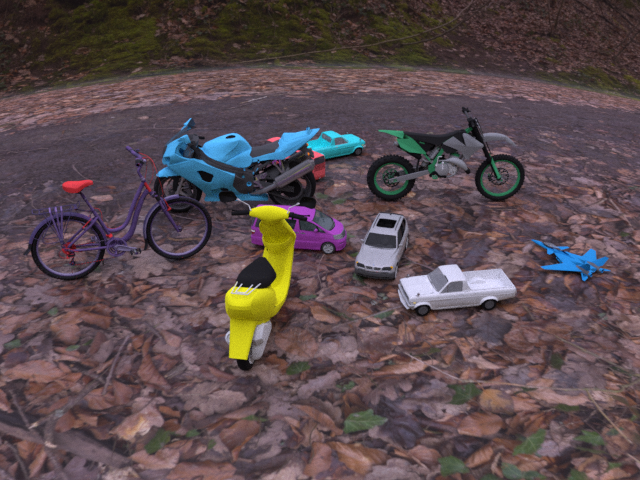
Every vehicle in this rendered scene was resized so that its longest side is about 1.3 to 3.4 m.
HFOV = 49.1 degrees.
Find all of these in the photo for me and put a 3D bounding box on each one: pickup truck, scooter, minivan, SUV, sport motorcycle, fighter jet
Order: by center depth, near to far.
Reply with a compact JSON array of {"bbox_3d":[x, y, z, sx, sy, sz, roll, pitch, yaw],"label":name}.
[{"bbox_3d":[-0.729,0.344,9.104,1.288,1.786,2.721,4,28,8],"label":"scooter"},{"bbox_3d":[1.926,0.656,9.884,1.603,0.511,0.640,-4,28,-8],"label":"pickup truck"},{"bbox_3d":[0.990,0.064,10.941,0.656,0.580,1.572,8,29,14],"label":"SUV"},{"bbox_3d":[3.842,0.188,11.021,1.147,0.286,1.358,-15,31,-27],"label":"fighter jet"},{"bbox_3d":[-0.336,-0.198,11.404,1.548,0.616,0.681,3,28,6],"label":"minivan"},{"bbox_3d":[-1.482,-1.261,12.376,2.955,1.596,0.983,-2,28,-4],"label":"sport motorcycle"},{"bbox_3d":[0.185,-2.033,15.023,1.603,0.511,0.640,-15,31,-26],"label":"pickup truck"}]

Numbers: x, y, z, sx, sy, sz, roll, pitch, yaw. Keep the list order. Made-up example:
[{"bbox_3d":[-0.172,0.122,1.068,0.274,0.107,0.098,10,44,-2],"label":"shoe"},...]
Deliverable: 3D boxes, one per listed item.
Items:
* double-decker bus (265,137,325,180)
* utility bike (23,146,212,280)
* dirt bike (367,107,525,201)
[{"bbox_3d":[-0.554,-1.677,14.310,0.389,0.541,1.672,-22,35,-36],"label":"double-decker bus"},{"bbox_3d":[-3.044,-0.420,10.507,2.791,1.839,1.039,-11,29,-19],"label":"utility bike"},{"bbox_3d":[2.311,-1.481,12.722,2.903,1.666,1.024,0,28,1],"label":"dirt bike"}]
